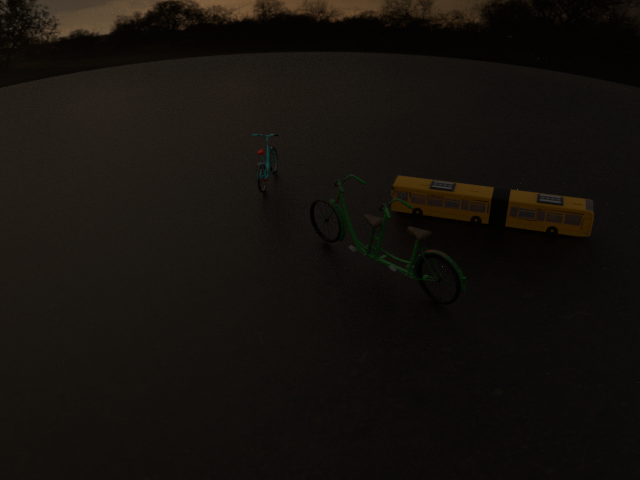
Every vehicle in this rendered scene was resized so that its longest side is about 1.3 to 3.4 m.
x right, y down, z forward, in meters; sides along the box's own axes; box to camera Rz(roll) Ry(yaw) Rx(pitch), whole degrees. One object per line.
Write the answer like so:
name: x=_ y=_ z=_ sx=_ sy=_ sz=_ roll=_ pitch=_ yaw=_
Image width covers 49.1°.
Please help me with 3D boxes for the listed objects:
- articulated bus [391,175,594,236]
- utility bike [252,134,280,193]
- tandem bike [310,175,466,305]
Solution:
articulated bus: x=2.909 y=-0.598 z=12.108 sx=3.401 sy=0.561 sz=0.605 roll=9 pitch=31 yaw=15
utility bike: x=-1.058 y=-1.527 z=13.344 sx=0.535 sy=0.946 sz=1.435 roll=5 pitch=30 yaw=9
tandem bike: x=0.908 y=-0.104 z=10.476 sx=0.550 sy=1.326 sz=3.192 roll=-24 pitch=38 yaw=-36
